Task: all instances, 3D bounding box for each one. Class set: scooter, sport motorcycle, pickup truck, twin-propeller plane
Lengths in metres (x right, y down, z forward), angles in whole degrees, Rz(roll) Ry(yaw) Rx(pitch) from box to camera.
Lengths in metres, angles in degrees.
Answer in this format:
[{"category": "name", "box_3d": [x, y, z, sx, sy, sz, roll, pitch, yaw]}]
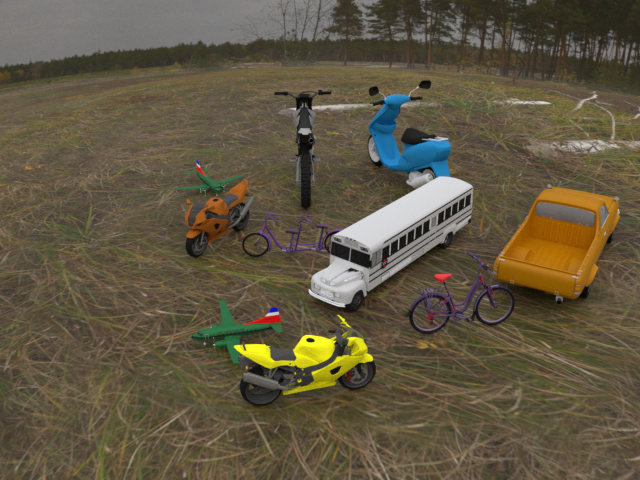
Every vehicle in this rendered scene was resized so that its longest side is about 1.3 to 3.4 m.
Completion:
[{"category": "scooter", "box_3d": [1.566, -1.870, 12.645, 1.288, 1.786, 2.721, -12, 29, -22]}, {"category": "sport motorcycle", "box_3d": [-1.548, -0.341, 10.674, 0.506, 0.821, 1.520, 15, 30, 27]}, {"category": "pickup truck", "box_3d": [3.475, -0.108, 10.020, 1.244, 0.993, 3.117, 14, 30, 26]}, {"category": "twin-propeller plane", "box_3d": [-2.030, -1.112, 12.673, 1.370, 0.407, 1.095, -15, 30, -27]}, {"category": "sport motorcycle", "box_3d": [-0.130, 1.313, 7.380, 1.520, 0.821, 0.506, -6, 27, -12]}, {"category": "twin-propeller plane", "box_3d": [-1.000, 1.037, 8.391, 1.095, 0.407, 1.370, -6, 27, -12]}]

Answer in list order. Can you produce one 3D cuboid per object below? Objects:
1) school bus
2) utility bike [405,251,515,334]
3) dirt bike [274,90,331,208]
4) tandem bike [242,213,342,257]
[{"category": "school bus", "box_3d": [1.097, -0.028, 10.025, 0.709, 0.844, 3.322, 20, 33, 34]}, {"category": "utility bike", "box_3d": [1.715, 0.654, 8.554, 1.435, 0.946, 0.535, -6, 27, -11]}, {"category": "dirt bike", "box_3d": [-0.293, -1.787, 12.613, 1.024, 1.666, 2.903, -1, 27, -2]}, {"category": "tandem bike", "box_3d": [-0.325, -0.065, 10.280, 1.642, 0.682, 0.283, -1, 27, -3]}]
